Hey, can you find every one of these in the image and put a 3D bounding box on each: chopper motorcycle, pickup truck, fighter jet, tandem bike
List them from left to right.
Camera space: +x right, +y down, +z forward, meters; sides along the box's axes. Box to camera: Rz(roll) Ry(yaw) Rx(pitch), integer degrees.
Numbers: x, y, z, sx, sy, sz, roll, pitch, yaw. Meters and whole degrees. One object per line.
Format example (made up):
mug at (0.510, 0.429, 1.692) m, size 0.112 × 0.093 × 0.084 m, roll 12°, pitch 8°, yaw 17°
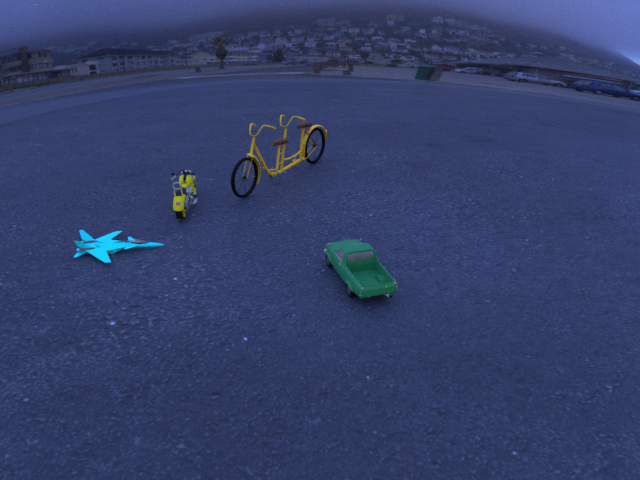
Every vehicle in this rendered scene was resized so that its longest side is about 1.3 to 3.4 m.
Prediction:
fighter jet at (-3.183, 0.028, 11.147) m, size 1.358 × 0.286 × 1.147 m, roll -3°, pitch 26°, yaw -5°
chopper motorcycle at (-2.424, -0.935, 12.621) m, size 0.466 × 0.761 × 1.563 m, roll 0°, pitch 25°, yaw 0°
tandem bike at (-0.735, -1.839, 13.865) m, size 0.550 × 1.326 × 3.192 m, roll 16°, pitch 30°, yaw 30°
pickup truck at (0.568, 0.364, 10.177) m, size 0.640 × 0.511 × 1.603 m, roll -8°, pitch 26°, yaw -16°
